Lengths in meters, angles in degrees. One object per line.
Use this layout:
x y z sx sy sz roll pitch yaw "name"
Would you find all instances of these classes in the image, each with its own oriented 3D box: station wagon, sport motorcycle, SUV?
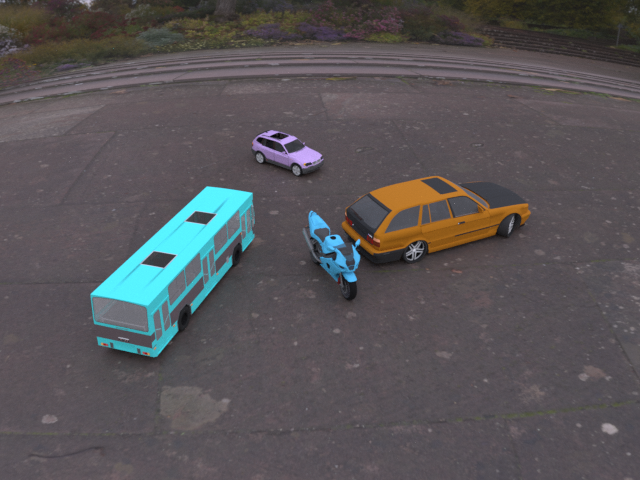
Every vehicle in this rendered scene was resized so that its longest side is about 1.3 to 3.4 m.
1.934 -0.482 11.263 3.105 0.920 1.327 -14 32 -23 "station wagon"
0.173 0.217 10.129 0.506 0.821 1.520 -12 32 -20 "sport motorcycle"
-0.654 -1.756 13.856 1.572 0.580 0.656 22 36 33 "SUV"

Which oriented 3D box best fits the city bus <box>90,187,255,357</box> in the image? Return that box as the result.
-1.899 0.346 9.826 0.926 0.894 3.255 9 31 15 "city bus"
